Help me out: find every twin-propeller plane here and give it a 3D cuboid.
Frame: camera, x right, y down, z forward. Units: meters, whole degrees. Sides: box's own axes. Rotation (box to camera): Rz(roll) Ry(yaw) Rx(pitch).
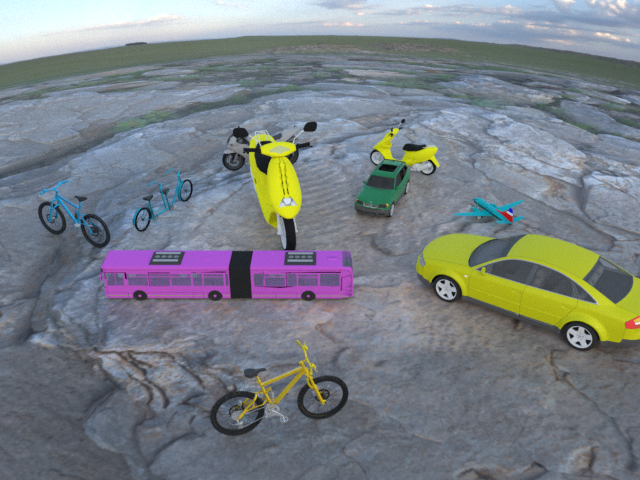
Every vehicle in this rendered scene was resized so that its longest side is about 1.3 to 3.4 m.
[{"bbox_3d":[2.851,-0.524,11.542,1.370,0.407,1.095,-11,31,-20],"label":"twin-propeller plane"}]

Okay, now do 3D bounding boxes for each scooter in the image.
[{"bbox_3d":[1.600,-1.739,13.227,1.399,0.919,0.662,14,32,24],"label":"scooter"},{"bbox_3d":[-0.738,-1.081,11.125,1.288,1.786,2.721,-7,29,-12],"label":"scooter"}]

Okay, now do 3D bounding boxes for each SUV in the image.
[{"bbox_3d":[1.105,-0.925,12.096,0.656,0.580,1.572,11,31,19],"label":"SUV"}]

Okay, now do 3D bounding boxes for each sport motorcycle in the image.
[{"bbox_3d":[-1.120,-1.762,13.372,1.520,0.821,0.506,-7,29,-12],"label":"sport motorcycle"}]

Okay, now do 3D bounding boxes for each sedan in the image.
[{"bbox_3d":[2.761,0.467,9.181,3.137,0.940,1.235,19,34,31],"label":"sedan"}]

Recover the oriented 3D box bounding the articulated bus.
[{"bbox_3d":[-1.256,0.470,9.570,3.401,0.561,0.605,0,29,0],"label":"articulated bus"}]

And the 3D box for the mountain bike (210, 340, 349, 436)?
[{"bbox_3d":[-0.406,1.588,7.211,1.469,0.868,0.573,-7,30,-13],"label":"mountain bike"}]

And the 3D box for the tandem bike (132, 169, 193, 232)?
[{"bbox_3d":[-2.591,-0.707,11.592,0.283,0.682,1.642,12,31,22],"label":"tandem bike"}]

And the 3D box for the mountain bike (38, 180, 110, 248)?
[{"bbox_3d":[-3.830,-0.379,10.800,1.469,0.868,0.573,14,32,24],"label":"mountain bike"}]
